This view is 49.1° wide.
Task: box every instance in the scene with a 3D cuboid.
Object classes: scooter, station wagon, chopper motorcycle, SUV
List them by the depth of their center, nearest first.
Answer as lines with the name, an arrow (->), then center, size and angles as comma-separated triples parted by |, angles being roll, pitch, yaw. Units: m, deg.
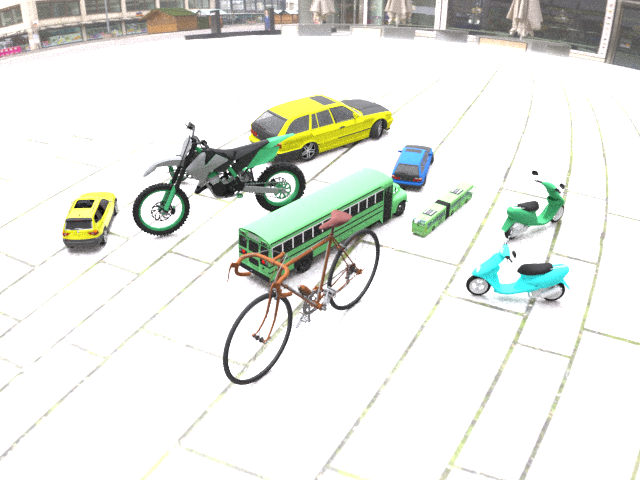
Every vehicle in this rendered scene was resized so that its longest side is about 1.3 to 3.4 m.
scooter -> 2.731, 0.412, 9.553 | 1.399, 0.919, 0.662 | 4, 31, 6
scooter -> 3.449, -0.548, 11.137 | 1.399, 0.919, 0.662 | -18, 36, -27
SUV -> -3.701, -0.427, 11.263 | 0.656, 0.580, 1.572 | -2, 31, -3
chopper motorcycle -> -2.009, -1.343, 12.602 | 1.563, 0.761, 0.466 | 6, 32, 9
station wagon -> 1.743, -1.471, 13.091 | 0.682, 0.473, 1.597 | 8, 32, 13
station wagon -> 0.093, -2.432, 14.245 | 3.105, 0.920, 1.327 | -22, 37, -31

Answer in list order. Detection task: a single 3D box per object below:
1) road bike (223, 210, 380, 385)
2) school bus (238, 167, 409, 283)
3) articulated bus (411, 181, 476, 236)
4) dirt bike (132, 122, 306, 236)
road bike -> -0.122, 0.561, 8.595 | 0.697, 1.656, 3.004 | 23, 38, 33
school bus -> 0.186, -0.358, 10.896 | 0.709, 0.844, 3.322 | 26, 40, 36
articulated bus -> 2.085, -0.547, 11.743 | 0.311, 0.289, 1.749 | 21, 37, 31
dirt bike -> -1.571, -0.987, 11.140 | 2.903, 1.666, 1.024 | -13, 33, -20
